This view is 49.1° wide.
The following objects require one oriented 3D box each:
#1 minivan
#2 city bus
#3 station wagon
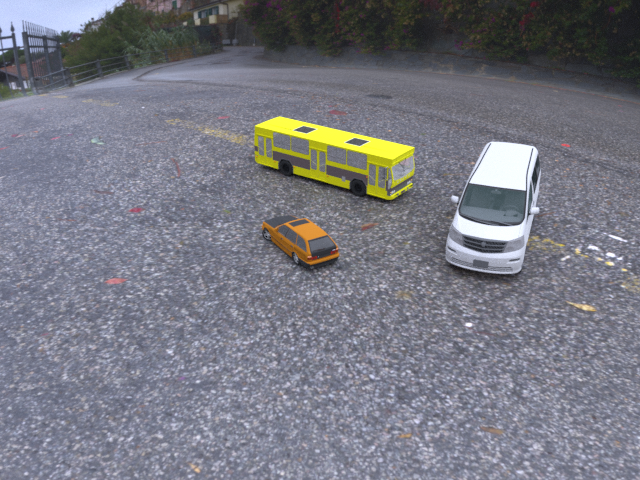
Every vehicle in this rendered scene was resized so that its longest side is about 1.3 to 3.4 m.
[{"bbox_3d":[2.852,-0.575,11.233,1.324,1.197,3.011,10,29,18],"label":"minivan"},{"bbox_3d":[0.212,-1.589,13.545,3.255,0.894,0.926,19,32,32],"label":"city bus"},{"bbox_3d":[-0.344,-0.077,11.052,0.682,0.473,1.597,-16,31,-28],"label":"station wagon"}]
